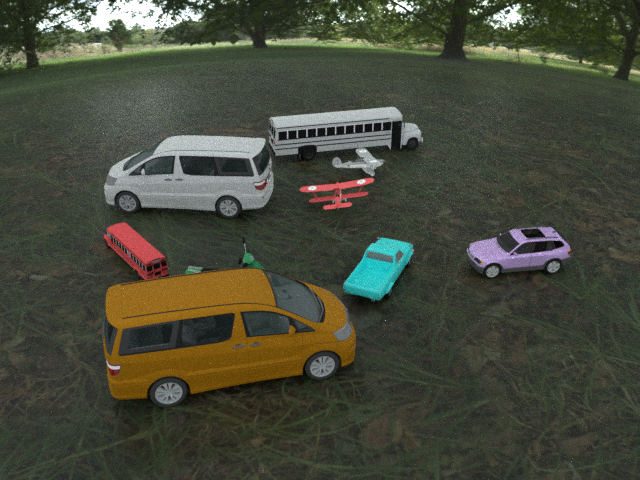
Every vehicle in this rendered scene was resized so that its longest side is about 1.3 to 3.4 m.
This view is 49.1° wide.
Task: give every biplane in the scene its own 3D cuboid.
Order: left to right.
[{"bbox_3d":[0.296,-0.788,12.530,1.336,0.504,1.090,1,29,1],"label":"biplane"},{"bbox_3d":[0.779,-1.520,13.865,1.090,0.504,1.336,-5,29,-9],"label":"biplane"}]

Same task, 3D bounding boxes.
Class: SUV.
[{"bbox_3d":[3.046,0.150,10.740,1.572,0.580,0.656,-4,29,-7],"label":"SUV"}]

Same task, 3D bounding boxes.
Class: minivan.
[{"bbox_3d":[-2.374,-1.210,12.579,3.011,1.197,1.324,3,29,5],"label":"minivan"},{"bbox_3d":[-1.057,1.045,8.465,3.011,1.197,1.324,-7,30,-13],"label":"minivan"}]

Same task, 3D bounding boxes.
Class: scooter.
[{"bbox_3d":[-1.226,0.512,9.726,1.399,0.919,0.662,0,29,-1],"label":"scooter"}]

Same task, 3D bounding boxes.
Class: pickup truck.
[{"bbox_3d":[0.896,0.377,10.397,0.640,0.511,1.603,12,31,21],"label":"pickup truck"}]

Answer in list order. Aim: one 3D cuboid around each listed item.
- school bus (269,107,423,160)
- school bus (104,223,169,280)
[{"bbox_3d":[0.587,-2.297,14.930,3.322,0.844,0.709,-7,30,-13],"label":"school bus"},{"bbox_3d":[-2.906,0.150,10.892,0.365,0.434,1.708,-20,35,-32],"label":"school bus"}]
